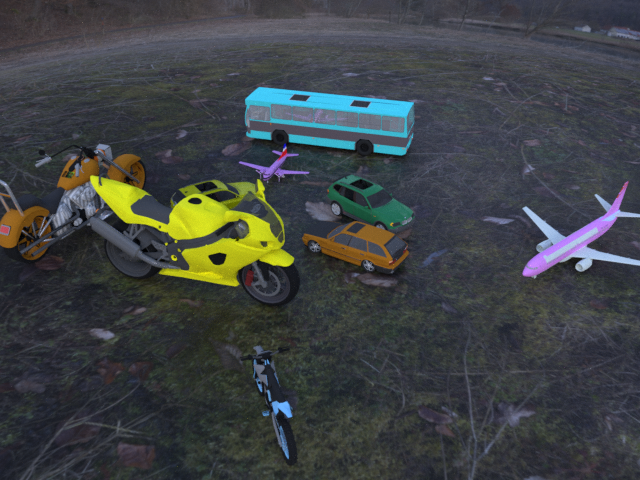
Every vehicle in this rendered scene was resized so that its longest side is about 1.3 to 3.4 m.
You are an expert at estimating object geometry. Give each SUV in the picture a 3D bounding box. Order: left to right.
[{"bbox_3d":[-1.655,-0.667,11.374,1.572,0.580,0.656,-18,35,-27],"label":"SUV"},{"bbox_3d":[0.799,-0.588,11.243,0.656,0.580,1.572,-27,40,-37],"label":"SUV"}]

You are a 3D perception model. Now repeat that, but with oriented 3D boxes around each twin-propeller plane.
[{"bbox_3d":[-0.805,-1.387,12.738,1.370,0.407,1.095,10,33,17],"label":"twin-propeller plane"}]

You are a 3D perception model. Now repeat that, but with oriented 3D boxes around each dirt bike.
[{"bbox_3d":[-0.510,1.606,7.329,0.527,0.857,1.493,-10,33,-17],"label":"dirt bike"}]

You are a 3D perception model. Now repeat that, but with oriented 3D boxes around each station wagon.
[{"bbox_3d":[0.499,0.010,10.354,1.597,0.473,0.682,19,36,28],"label":"station wagon"}]

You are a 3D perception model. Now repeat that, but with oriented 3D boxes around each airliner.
[{"bbox_3d":[3.785,-0.140,10.251,2.541,0.835,2.257,-23,38,-33],"label":"airliner"}]

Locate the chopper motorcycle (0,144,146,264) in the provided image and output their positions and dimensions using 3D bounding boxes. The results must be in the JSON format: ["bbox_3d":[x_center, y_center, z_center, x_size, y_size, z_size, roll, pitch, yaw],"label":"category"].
[{"bbox_3d":[-3.723,-0.810,10.740,0.906,1.480,3.040,13,33,21],"label":"chopper motorcycle"}]

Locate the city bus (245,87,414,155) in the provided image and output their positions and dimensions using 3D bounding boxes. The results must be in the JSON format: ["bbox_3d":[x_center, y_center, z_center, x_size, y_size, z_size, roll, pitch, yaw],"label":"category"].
[{"bbox_3d":[0.180,-2.323,13.822,3.255,0.894,0.926,9,32,14],"label":"city bus"}]

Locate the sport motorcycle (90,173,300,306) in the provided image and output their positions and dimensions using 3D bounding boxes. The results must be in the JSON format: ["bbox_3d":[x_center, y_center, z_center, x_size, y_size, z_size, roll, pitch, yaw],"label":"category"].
[{"bbox_3d":[-1.663,-0.005,9.290,2.955,1.596,0.983,10,33,16],"label":"sport motorcycle"}]
